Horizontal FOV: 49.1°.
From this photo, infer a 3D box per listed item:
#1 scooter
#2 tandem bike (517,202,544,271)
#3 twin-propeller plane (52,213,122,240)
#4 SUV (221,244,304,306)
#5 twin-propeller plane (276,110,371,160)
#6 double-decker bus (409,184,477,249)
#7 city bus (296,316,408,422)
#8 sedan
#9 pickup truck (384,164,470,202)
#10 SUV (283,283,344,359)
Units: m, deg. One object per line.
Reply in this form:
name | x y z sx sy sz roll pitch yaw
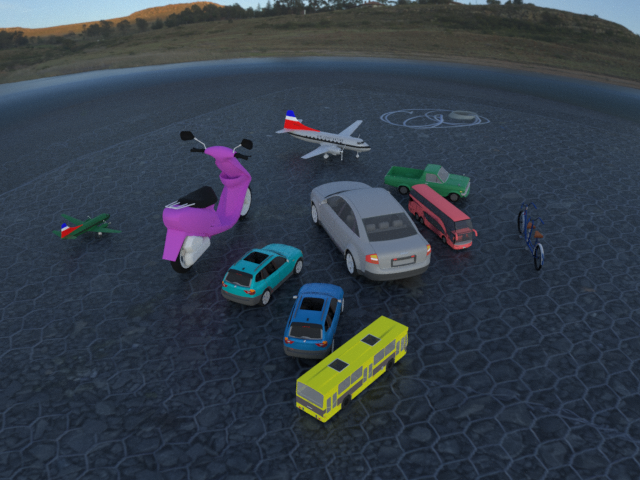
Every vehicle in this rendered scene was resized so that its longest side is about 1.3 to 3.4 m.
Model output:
scooter | -1.744 -0.722 11.166 1.288 1.786 2.721 10 30 18
tandem bike | 3.381 -0.127 11.227 0.283 0.682 1.642 1 28 2
twin-propeller plane | -3.936 -0.274 11.789 1.370 0.407 1.095 15 32 25
SUV | -0.827 0.415 10.328 0.656 0.580 1.572 14 31 24
twin-propeller plane | 0.133 -2.285 15.114 2.129 0.792 2.663 14 32 25
double-decker bus | 2.040 -0.397 11.876 0.389 0.541 1.672 -11 30 -19
city bus | 0.419 1.527 8.393 0.476 0.460 1.674 22 35 34
sedan | 0.727 -0.360 11.387 1.235 0.940 3.137 -9 30 -16
pickup truck | 2.044 -1.149 13.303 1.603 0.511 0.640 10 30 17
SUV | -0.066 0.977 9.286 0.656 0.580 1.572 4 29 8
